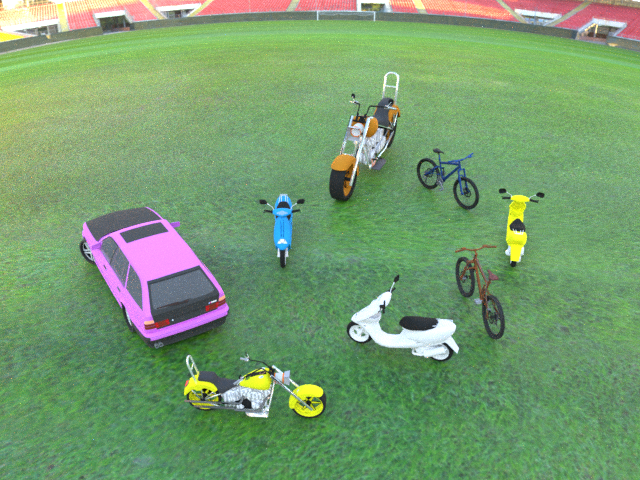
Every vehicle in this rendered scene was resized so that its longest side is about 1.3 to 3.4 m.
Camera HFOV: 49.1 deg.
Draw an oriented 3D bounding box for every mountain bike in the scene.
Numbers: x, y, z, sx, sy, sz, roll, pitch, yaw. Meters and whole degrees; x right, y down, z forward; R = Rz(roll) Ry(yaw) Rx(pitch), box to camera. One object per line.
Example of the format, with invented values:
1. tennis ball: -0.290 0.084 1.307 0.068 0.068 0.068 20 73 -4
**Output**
1. mountain bike: 2.086 0.607 9.121 0.573 0.868 1.469 -7 32 -11
2. mountain bike: 2.166 -1.104 11.909 0.573 0.868 1.469 -20 37 -30

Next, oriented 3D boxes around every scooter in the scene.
1. scooter: 0.995 0.992 8.445 1.399 0.919 0.662 11 33 17
2. scooter: -0.556 -0.284 10.525 0.662 0.919 1.399 -1 32 -1
3. scooter: 2.955 -0.260 10.485 0.662 0.919 1.399 7 32 12

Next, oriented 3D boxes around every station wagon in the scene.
1. station wagon: -2.392 0.244 9.662 1.327 0.920 3.105 -18 36 -26

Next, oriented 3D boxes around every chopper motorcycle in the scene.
1. chopper motorcycle: -0.712 1.596 7.612 1.563 0.761 0.466 2 32 3
2. chopper motorcycle: 0.847 -1.916 12.647 0.906 1.480 3.040 13 34 19
